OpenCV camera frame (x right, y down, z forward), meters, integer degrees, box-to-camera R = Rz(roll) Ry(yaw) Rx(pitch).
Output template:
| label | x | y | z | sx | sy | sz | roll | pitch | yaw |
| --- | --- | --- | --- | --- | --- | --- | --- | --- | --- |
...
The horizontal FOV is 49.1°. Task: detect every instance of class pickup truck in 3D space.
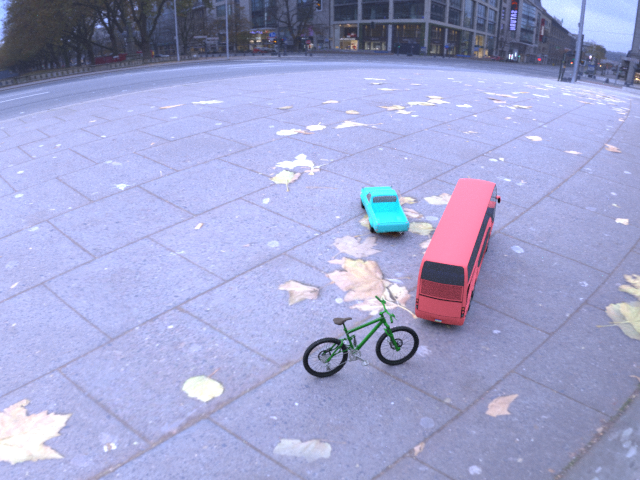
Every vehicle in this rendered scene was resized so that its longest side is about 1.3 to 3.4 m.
| label | x | y | z | sx | sy | sz | roll | pitch | yaw |
| --- | --- | --- | --- | --- | --- | --- | --- | --- | --- |
| pickup truck | 1.103 | -0.571 | 12.116 | 0.640 | 0.511 | 1.603 | -3 | 28 | -5 |

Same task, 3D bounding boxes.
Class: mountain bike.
| label | x | y | z | sx | sy | sz | roll | pitch | yaw |
| --- | --- | --- | --- | --- | --- | --- | --- | --- | --- |
| mountain bike | 0.508 | 1.215 | 8.389 | 1.469 | 0.868 | 0.573 | -7 | 29 | -13 |

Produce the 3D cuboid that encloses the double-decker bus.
| label | x | y | z | sx | sy | sz | roll | pitch | yaw |
| --- | --- | --- | --- | --- | --- | --- | --- | --- | --- |
| double-decker bus | 2.099 | 0.036 | 10.402 | 0.756 | 1.052 | 3.251 | 10 | 30 | 17 |
